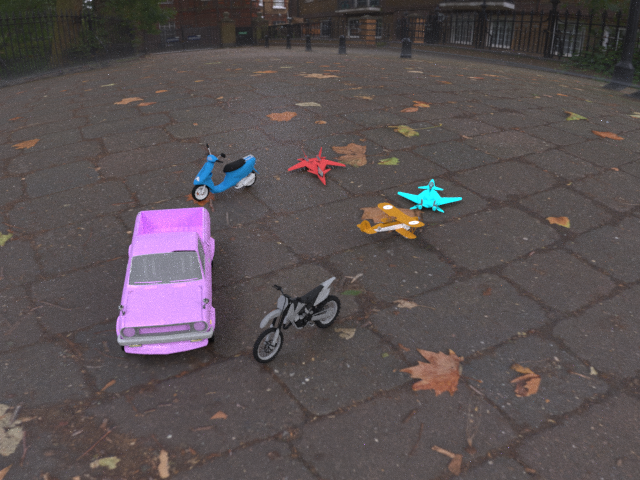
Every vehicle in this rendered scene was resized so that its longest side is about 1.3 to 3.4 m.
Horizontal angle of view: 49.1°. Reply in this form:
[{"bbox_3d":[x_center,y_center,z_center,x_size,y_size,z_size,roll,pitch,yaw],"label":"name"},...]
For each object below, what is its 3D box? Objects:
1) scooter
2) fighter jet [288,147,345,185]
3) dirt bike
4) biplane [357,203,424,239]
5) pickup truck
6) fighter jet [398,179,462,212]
[{"bbox_3d":[-1.720,-1.262,12.676,1.399,0.919,0.662,-20,35,-32],"label":"scooter"},{"bbox_3d":[-0.040,-1.431,13.632,1.147,0.286,1.358,-6,30,-10],"label":"fighter jet"},{"bbox_3d":[-0.262,0.947,8.755,0.527,0.857,1.493,26,38,38],"label":"dirt bike"},{"bbox_3d":[1.137,-0.256,11.289,1.090,0.504,1.336,-11,31,-19],"label":"biplane"},{"bbox_3d":[-2.082,0.359,9.676,1.244,0.993,3.117,-4,29,-7],"label":"pickup truck"},{"bbox_3d":[2.001,-0.911,12.694,1.147,0.286,1.358,6,30,11],"label":"fighter jet"}]
